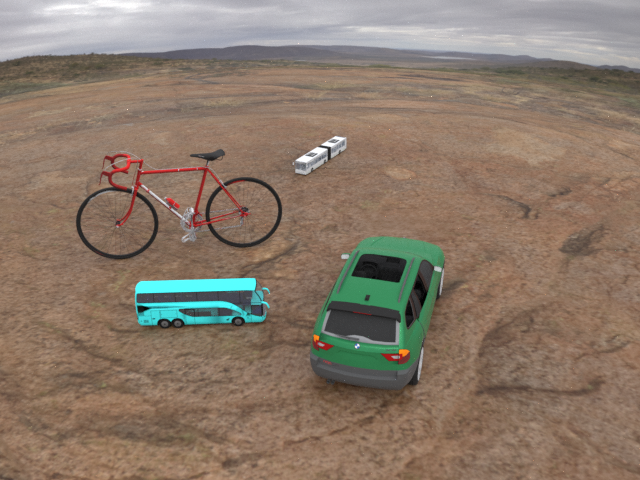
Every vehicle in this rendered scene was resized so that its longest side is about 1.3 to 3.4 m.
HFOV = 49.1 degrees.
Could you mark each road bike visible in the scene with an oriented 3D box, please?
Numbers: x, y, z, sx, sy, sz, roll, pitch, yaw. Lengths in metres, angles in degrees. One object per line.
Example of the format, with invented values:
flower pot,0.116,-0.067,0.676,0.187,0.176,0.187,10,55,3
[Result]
road bike,-2.046,-0.542,10.271,3.004,1.656,0.697,-5,27,-10

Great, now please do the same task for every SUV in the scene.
SUV,0.788,0.631,8.541,1.276,1.128,3.058,7,28,14

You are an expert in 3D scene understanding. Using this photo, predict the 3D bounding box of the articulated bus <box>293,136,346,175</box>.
articulated bus,0.032,-1.722,14.106,0.311,0.289,1.749,14,30,25

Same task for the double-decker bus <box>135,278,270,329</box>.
double-decker bus,-1.476,0.790,8.876,1.672,0.541,0.389,-1,27,-3
